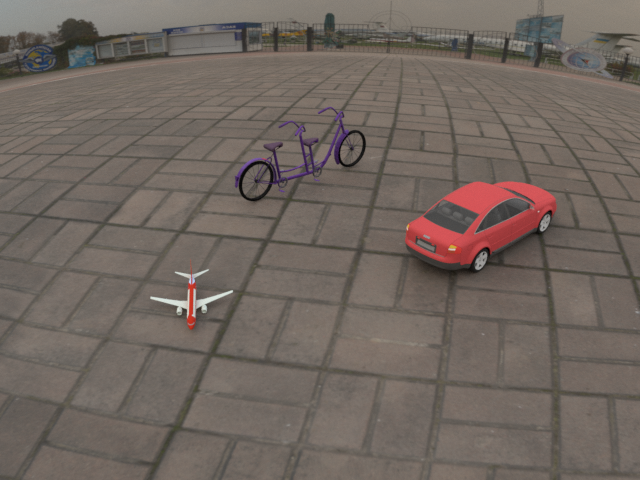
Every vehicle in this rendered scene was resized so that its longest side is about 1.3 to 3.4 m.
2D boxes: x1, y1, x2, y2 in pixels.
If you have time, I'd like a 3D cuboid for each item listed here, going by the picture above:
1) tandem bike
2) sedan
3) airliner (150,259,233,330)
[{"bbox_3d":[-0.290,-1.674,13.209,3.192,1.326,0.550,-23,37,-34],"label":"tandem bike"},{"bbox_3d":[2.707,-0.420,11.394,3.137,0.940,1.235,-24,38,-36],"label":"sedan"},{"bbox_3d":[-1.808,0.766,9.822,1.161,0.429,1.307,-4,30,-7],"label":"airliner"}]
